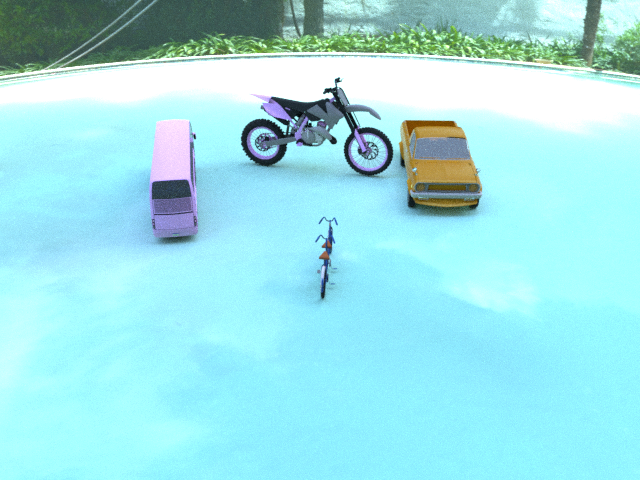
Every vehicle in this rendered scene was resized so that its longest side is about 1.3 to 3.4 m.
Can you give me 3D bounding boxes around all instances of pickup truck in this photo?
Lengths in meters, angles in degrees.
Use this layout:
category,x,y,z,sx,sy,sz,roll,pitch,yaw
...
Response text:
category,x,y,z,sx,sy,sz,roll,pitch,yaw
pickup truck,2.077,-1.522,12.420,1.244,0.993,3.117,1,27,2

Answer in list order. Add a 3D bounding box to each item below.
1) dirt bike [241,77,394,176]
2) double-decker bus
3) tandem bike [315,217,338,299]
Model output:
category,x,y,z,sx,sy,sz,roll,pitch,yaw
dirt bike,-0.084,-2.046,12.698,2.903,1.666,1.024,7,28,14
double-decker bus,-2.407,-1.128,11.597,0.756,1.052,3.251,-5,28,-9
tandem bike,0.093,0.167,9.505,0.283,0.682,1.642,2,28,5
